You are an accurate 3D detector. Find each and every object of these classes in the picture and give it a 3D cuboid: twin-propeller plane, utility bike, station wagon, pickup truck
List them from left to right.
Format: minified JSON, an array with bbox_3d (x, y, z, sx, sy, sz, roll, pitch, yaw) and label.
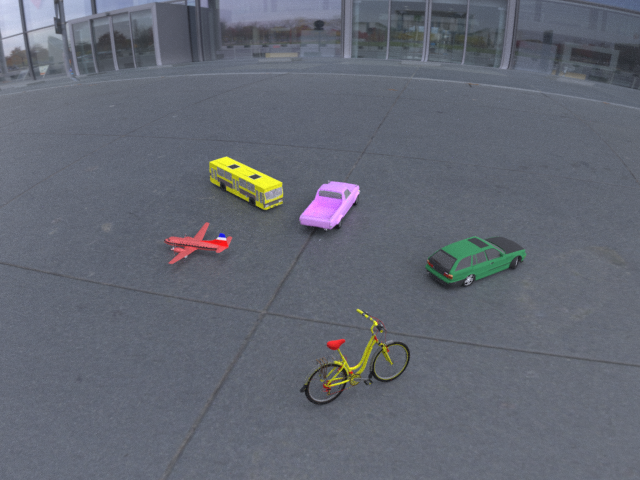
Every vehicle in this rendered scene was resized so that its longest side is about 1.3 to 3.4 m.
[{"bbox_3d":[-1.930,0.019,10.847,1.095,0.407,1.370,8,30,14],"label":"twin-propeller plane"},{"bbox_3d":[0.189,-0.640,11.945,0.640,0.511,1.603,10,30,17],"label":"pickup truck"},{"bbox_3d":[0.396,1.313,7.918,1.435,0.946,0.535,-14,32,-23],"label":"utility bike"},{"bbox_3d":[2.347,0.233,10.387,1.597,0.473,0.682,-17,33,-27],"label":"station wagon"}]

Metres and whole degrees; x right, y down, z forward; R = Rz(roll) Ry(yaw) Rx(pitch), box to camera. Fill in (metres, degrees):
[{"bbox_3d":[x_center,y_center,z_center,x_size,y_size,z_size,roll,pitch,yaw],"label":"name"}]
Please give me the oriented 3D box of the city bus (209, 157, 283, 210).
[{"bbox_3d":[-1.359,-1.026,12.704,0.476,0.460,1.674,-24,37,-36],"label":"city bus"}]
